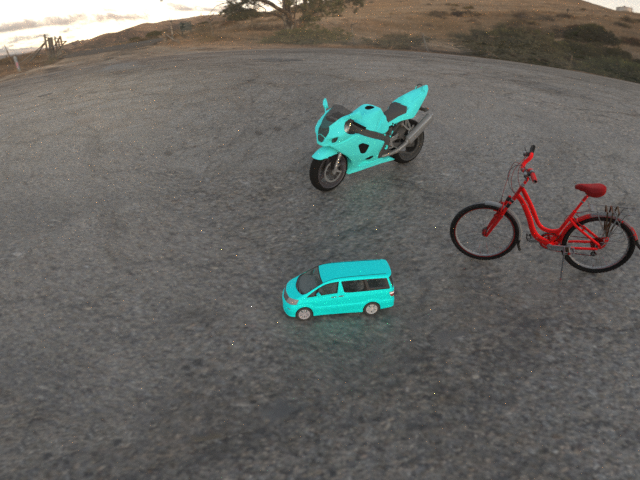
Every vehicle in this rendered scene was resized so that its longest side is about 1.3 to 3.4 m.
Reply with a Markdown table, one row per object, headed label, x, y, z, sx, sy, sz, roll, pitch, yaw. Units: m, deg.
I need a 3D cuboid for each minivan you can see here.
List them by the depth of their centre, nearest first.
| label | x | y | z | sx | sy | sz | roll | pitch | yaw |
| --- | --- | --- | --- | --- | --- | --- | --- | --- | --- |
| minivan | 0.246 | 0.667 | 9.744 | 1.548 | 0.616 | 0.681 | -4 | 30 | -7 |

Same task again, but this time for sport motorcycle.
| label | x | y | z | sx | sy | sz | roll | pitch | yaw |
| --- | --- | --- | --- | --- | --- | --- | --- | --- | --- |
| sport motorcycle | 0.967 | -1.965 | 13.296 | 2.955 | 1.596 | 0.983 | -23 | 37 | -34 |

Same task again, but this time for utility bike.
| label | x | y | z | sx | sy | sz | roll | pitch | yaw |
| --- | --- | --- | --- | --- | --- | --- | --- | --- | --- |
| utility bike | 3.334 | -0.312 | 10.211 | 2.791 | 1.839 | 1.039 | 6 | 31 | 11 |
